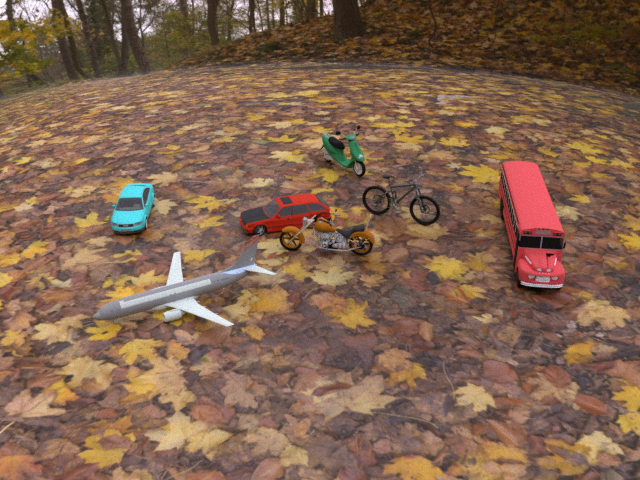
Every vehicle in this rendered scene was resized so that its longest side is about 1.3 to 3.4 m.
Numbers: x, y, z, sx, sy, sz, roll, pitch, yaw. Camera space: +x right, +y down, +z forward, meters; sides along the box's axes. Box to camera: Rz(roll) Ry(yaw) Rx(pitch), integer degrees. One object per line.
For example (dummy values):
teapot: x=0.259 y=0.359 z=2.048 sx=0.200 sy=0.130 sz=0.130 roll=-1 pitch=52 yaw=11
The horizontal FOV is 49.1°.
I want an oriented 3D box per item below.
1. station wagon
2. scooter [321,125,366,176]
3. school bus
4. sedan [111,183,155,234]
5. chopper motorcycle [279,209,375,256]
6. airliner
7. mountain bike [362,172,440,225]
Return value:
station wagon: x=-0.620 y=-0.478 z=12.255 sx=1.597 sy=0.473 sz=0.682 roll=-9 pitch=29 yaw=-16
scooter: x=0.474 y=-1.910 z=14.463 sx=0.662 sy=0.919 sz=1.399 roll=-21 pitch=34 yaw=-33
school bus: x=3.460 y=-0.317 z=11.560 sx=0.709 sy=0.844 sz=3.322 roll=3 pitch=28 yaw=6
sedan: x=-3.345 y=-0.627 z=12.523 sx=0.635 sy=0.483 sz=1.613 roll=-2 pitch=28 yaw=-4
chopper motorcycle: x=0.114 y=-0.133 z=11.304 sx=1.563 sy=0.761 sz=0.466 roll=5 pitch=29 yaw=10
airliner: x=-1.968 y=0.563 z=9.923 sx=2.541 sy=0.835 sz=2.257 roll=-14 pitch=31 yaw=-25
mountain bike: x=1.424 y=-0.753 z=12.350 sx=1.469 sy=0.868 sz=0.573 roll=14 pitch=31 yaw=24
